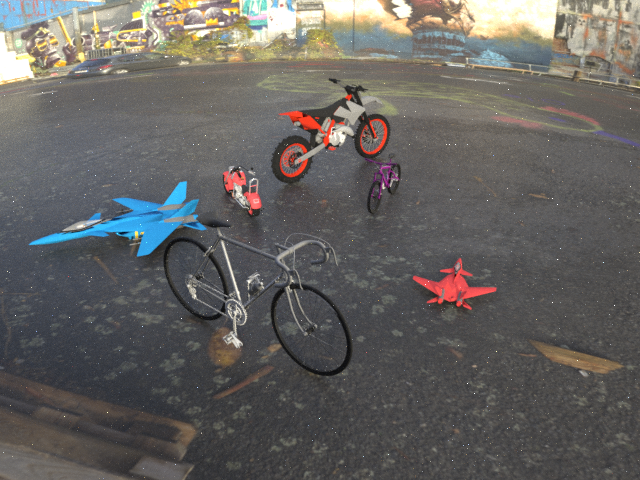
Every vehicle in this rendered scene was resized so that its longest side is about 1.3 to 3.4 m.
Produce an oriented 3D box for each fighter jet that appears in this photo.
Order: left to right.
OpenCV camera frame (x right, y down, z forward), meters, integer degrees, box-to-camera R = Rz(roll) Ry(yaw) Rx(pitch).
[{"bbox_3d":[-3.243,-0.331,11.086,2.640,0.557,2.229,-12,30,-21],"label":"fighter jet"},{"bbox_3d":[1.898,0.493,9.807,1.147,0.286,1.358,8,29,14],"label":"fighter jet"}]

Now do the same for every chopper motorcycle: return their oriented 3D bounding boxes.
[{"bbox_3d":[-1.369,-0.946,12.040,0.466,0.761,1.563,-13,30,-23],"label":"chopper motorcycle"}]

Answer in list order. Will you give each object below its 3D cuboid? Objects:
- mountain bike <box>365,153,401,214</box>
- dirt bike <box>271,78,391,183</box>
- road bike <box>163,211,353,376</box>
[{"bbox_3d":[1.125,-1.049,12.121,0.573,0.868,1.469,13,30,23],"label":"mountain bike"},{"bbox_3d":[0.266,-2.112,13.288,2.903,1.666,1.024,-20,34,-34],"label":"dirt bike"},{"bbox_3d":[-0.845,0.536,8.252,3.004,1.656,0.697,20,33,32],"label":"road bike"}]
